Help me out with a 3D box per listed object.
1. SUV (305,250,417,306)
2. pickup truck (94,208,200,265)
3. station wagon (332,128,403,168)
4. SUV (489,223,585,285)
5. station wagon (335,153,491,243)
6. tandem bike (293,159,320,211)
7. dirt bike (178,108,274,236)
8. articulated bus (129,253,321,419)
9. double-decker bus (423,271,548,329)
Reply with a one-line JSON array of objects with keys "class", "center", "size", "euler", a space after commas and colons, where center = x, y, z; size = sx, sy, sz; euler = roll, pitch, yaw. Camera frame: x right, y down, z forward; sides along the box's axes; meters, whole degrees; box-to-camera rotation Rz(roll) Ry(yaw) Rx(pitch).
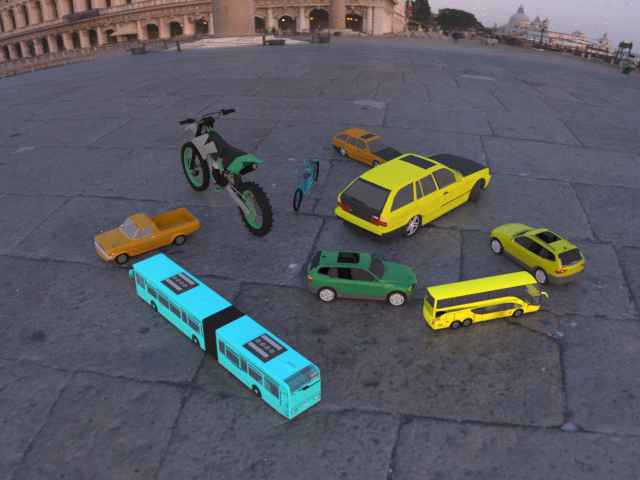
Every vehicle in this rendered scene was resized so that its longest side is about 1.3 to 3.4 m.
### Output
[{"class": "SUV", "center": [0.582, 0.494, 9.850], "size": [1.572, 0.580, 0.656], "euler": [3, 31, 5]}, {"class": "pickup truck", "center": [-2.706, -0.136, 10.994], "size": [1.603, 0.511, 0.640], "euler": [-20, 36, -31]}, {"class": "station wagon", "center": [0.966, -1.836, 13.933], "size": [0.682, 0.473, 1.597], "euler": [-25, 38, -35]}, {"class": "SUV", "center": [3.242, 0.112, 10.501], "size": [0.656, 0.580, 1.572], "euler": [-15, 34, -24]}, {"class": "station wagon", "center": [1.686, -0.947, 11.972], "size": [3.105, 0.920, 1.327], "euler": [-26, 39, -37]}, {"class": "tandem bike", "center": [-0.230, -1.110, 12.487], "size": [0.283, 0.682, 1.642], "euler": [8, 31, 13]}, {"class": "dirt bike", "center": [-1.659, -1.225, 11.709], "size": [1.024, 1.666, 2.903], "euler": [-21, 36, -31]}, {"class": "articulated bus", "center": [-1.299, 1.091, 8.849], "size": [0.605, 0.561, 3.401], "euler": [-25, 38, -35]}, {"class": "double-decker bus", "center": [2.208, 0.799, 9.368], "size": [1.672, 0.541, 0.389], "euler": [-8, 31, -14]}]
